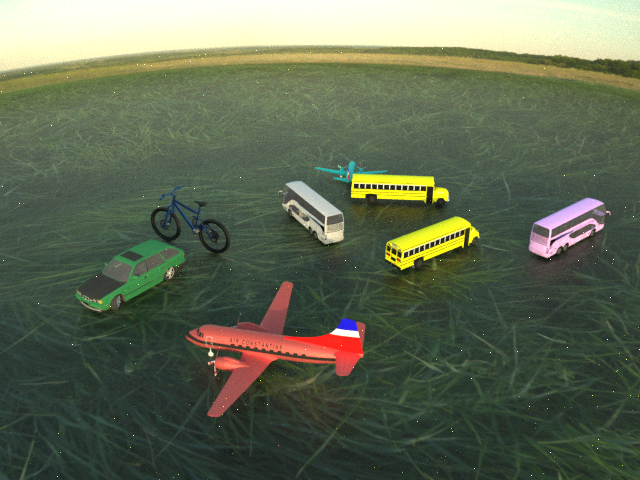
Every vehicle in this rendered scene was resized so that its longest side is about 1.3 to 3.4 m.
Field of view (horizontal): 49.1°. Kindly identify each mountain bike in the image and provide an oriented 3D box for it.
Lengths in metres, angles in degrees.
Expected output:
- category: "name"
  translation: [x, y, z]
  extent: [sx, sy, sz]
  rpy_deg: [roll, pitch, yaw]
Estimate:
- category: "mountain bike"
  translation: [-1.987, -0.288, 10.599]
  extent: [1.469, 0.868, 0.573]
  rpy_deg: [14, 30, 24]

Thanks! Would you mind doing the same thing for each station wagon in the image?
- category: "station wagon"
  translation: [-2.591, 0.435, 9.630]
  extent: [0.682, 0.473, 1.597]
  rpy_deg: [18, 32, 31]

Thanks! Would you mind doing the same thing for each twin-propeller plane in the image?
- category: "twin-propeller plane"
  translation: [0.569, -1.311, 13.080]
  extent: [1.370, 0.407, 1.095]
  rpy_deg: [3, 28, 7]
- category: "twin-propeller plane"
  translation: [-0.554, 1.114, 7.970]
  extent: [2.129, 0.792, 2.663]
  rpy_deg: [7, 28, 12]

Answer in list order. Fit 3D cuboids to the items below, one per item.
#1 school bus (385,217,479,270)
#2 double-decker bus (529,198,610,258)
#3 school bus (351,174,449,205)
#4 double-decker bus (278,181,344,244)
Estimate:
- category: "school bus"
  translation: [1.725, 0.020, 10.475]
  extent: [1.708, 0.434, 0.365]
  rpy_deg: [-19, 33, -32]
- category: "double-decker bus"
  translation: [3.862, -0.214, 10.811]
  extent: [1.672, 0.541, 0.389]
  rpy_deg: [-21, 34, -35]
- category: "school bus"
  translation: [1.401, -0.894, 12.245]
  extent: [1.708, 0.434, 0.365]
  rpy_deg: [3, 27, 5]
- category: "double-decker bus"
  translation: [-0.150, -0.480, 11.327]
  extent: [0.389, 0.541, 1.672]
  rpy_deg: [-13, 30, -24]
